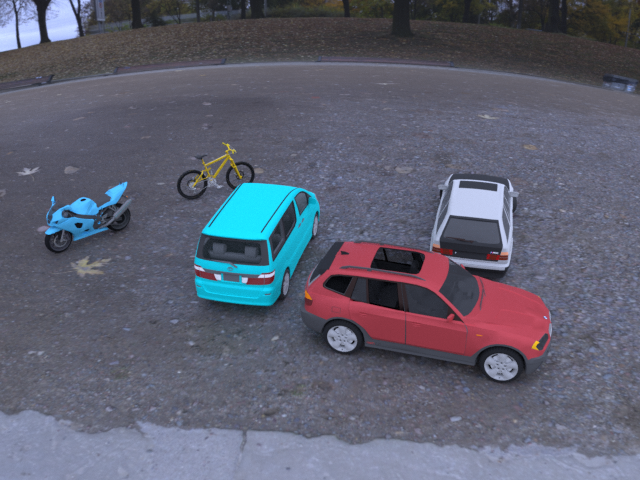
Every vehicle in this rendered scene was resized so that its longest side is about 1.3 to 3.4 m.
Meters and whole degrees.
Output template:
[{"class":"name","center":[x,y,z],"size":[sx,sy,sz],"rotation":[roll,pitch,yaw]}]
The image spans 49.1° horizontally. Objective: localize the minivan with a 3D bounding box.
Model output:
[{"class":"minivan","center":[-0.825,-0.180,10.305],"size":[1.324,1.197,3.011],"rotation":[6,29,11]}]

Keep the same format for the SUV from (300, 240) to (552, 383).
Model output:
[{"class":"SUV","center":[1.287,0.766,8.595],"size":[3.058,1.128,1.276],"rotation":[8,29,15]}]

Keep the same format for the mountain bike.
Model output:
[{"class":"mountain bike","center":[-1.872,-1.218,12.615],"size":[1.469,0.868,0.573],"rotation":[-13,30,-23]}]

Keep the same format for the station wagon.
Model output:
[{"class":"station wagon","center":[2.484,-0.482,11.170],"size":[1.327,0.920,3.105],"rotation":[7,29,13]}]

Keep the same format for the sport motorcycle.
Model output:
[{"class":"sport motorcycle","center":[-3.662,-0.367,11.060],"size":[0.506,0.821,1.520],"rotation":[24,36,37]}]
